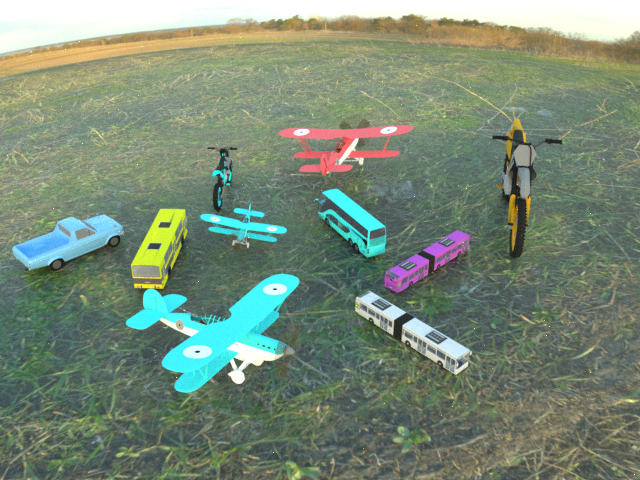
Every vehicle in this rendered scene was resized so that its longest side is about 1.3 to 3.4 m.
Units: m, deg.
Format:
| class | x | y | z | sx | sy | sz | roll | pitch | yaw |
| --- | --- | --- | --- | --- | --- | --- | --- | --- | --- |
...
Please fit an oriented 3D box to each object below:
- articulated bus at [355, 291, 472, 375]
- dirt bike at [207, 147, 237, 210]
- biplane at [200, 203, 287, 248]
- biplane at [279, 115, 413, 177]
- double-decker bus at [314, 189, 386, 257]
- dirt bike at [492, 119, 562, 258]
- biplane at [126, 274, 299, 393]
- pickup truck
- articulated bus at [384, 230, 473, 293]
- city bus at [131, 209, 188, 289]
| class | x | y | z | sx | sy | sz | roll | pitch | yaw |
| --- | --- | --- | --- | --- | --- | --- | --- | --- | --- |
| articulated bus | 1.148 | 1.155 | 8.946 | 0.311 | 0.289 | 1.749 | -25 | 39 | -35 |
| dirt bike | -1.721 | -1.168 | 12.319 | 0.527 | 0.857 | 1.493 | 2 | 31 | 4 |
| biplane | -1.168 | -0.215 | 11.052 | 1.336 | 0.504 | 1.090 | 2 | 31 | 4 |
| biplane | 0.342 | -1.654 | 13.019 | 2.598 | 0.981 | 2.120 | 10 | 32 | 16 |
| double-decker bus | 0.473 | -0.309 | 11.175 | 0.389 | 0.541 | 1.672 | -15 | 34 | -24 |
| dirt bike | 3.175 | -0.994 | 11.229 | 1.024 | 1.666 | 2.903 | 5 | 31 | 9 |
| biplane | -1.234 | 1.065 | 8.417 | 2.120 | 0.981 | 2.598 | 13 | 33 | 21 |
| pickup truck | -3.829 | -0.014 | 10.707 | 1.603 | 0.511 | 0.640 | -27 | 40 | -37 |
| articulated bus | 1.622 | 0.299 | 10.393 | 1.749 | 0.289 | 0.311 | -27 | 40 | -37 |
| city bus | -2.379 | 0.124 | 10.523 | 0.476 | 0.460 | 1.674 | 1 | 31 | 2 |
